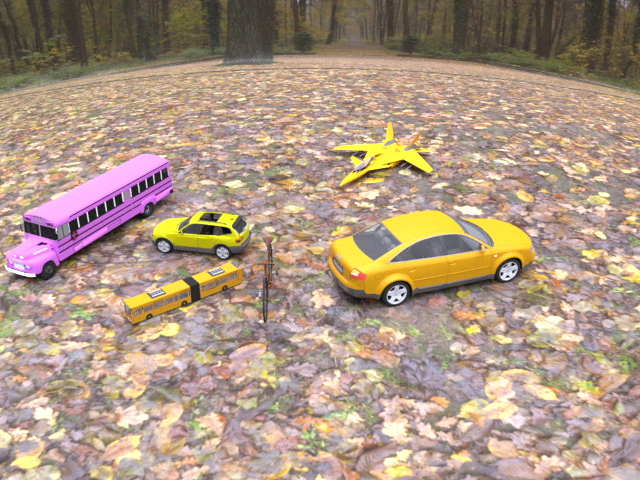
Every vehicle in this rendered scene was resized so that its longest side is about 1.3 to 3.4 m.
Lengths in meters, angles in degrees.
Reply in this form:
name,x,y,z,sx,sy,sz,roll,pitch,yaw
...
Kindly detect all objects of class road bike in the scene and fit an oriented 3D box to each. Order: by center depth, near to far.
name,x,y,z,sx,sy,sz,roll,pitch,yaw
road bike,-0.720,0.460,9.618,0.358,0.852,1.545,0,28,0

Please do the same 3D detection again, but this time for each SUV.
name,x,y,z,sx,sy,sz,roll,pitch,yaw
SUV,-1.874,-0.136,11.018,1.572,0.580,0.656,6,29,11

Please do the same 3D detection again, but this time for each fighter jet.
name,x,y,z,sx,sy,sz,roll,pitch,yaw
fighter jet,1.115,-1.674,13.914,2.229,0.557,2.640,18,33,30

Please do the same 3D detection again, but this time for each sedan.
name,x,y,z,sx,sy,sz,roll,pitch,yaw
sedan,1.674,0.112,10.174,3.137,0.940,1.235,-10,30,-17

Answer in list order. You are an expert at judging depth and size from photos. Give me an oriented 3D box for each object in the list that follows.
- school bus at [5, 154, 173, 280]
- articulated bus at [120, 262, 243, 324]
name,x,y,z,sx,sy,sz,roll,pitch,yaw
school bus,-3.658,-0.448,11.321,0.709,0.844,3.322,13,31,23
articulated bus,-1.880,0.716,9.735,1.749,0.289,0.311,-20,34,-33
